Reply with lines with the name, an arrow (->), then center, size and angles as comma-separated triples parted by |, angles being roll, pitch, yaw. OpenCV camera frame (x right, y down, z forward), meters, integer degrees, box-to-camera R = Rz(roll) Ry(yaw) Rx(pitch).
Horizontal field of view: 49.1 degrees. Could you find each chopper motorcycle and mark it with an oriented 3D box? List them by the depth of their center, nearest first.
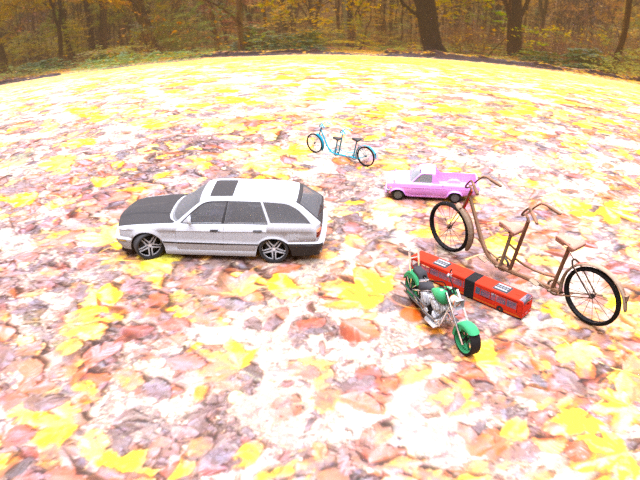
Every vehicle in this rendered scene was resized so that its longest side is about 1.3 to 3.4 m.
chopper motorcycle -> 1.464, 0.722, 8.494 | 0.466, 0.761, 1.563 | -12, 30, -21

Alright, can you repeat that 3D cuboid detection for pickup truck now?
pickup truck -> 1.920, -1.003, 12.009 | 1.603, 0.511, 0.640 | 4, 28, 7

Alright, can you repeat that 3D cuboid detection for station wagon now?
station wagon -> -1.450, -0.365, 10.371 | 3.105, 0.920, 1.327 | 1, 28, 3

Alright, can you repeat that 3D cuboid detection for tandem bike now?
tandem bike -> 2.617, 0.024, 9.206 | 0.550, 1.326, 3.192 | -20, 34, -33
tandem bike -> 0.390, -1.863, 13.445 | 1.642, 0.682, 0.283 | 19, 33, 32

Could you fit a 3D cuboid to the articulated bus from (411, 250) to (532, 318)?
articulated bus -> 1.959, 0.566, 9.290 | 1.749, 0.289, 0.311 | 24, 36, 37
